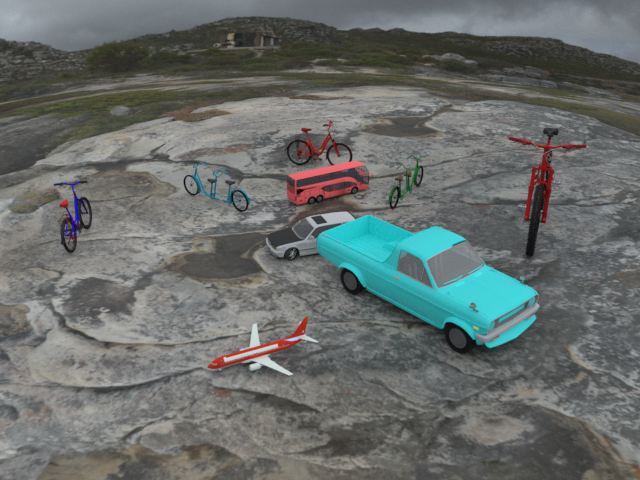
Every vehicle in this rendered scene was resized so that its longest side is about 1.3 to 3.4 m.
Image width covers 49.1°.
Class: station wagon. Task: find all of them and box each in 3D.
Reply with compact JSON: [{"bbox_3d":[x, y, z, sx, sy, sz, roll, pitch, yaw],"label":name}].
[{"bbox_3d":[-0.049,-0.101,10.922,1.597,0.473,0.682,-9,28,-19],"label":"station wagon"}]

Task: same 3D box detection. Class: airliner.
[{"bbox_3d":[-0.706,1.231,8.257,1.307,0.429,1.161,-12,29,-23],"label":"airliner"}]

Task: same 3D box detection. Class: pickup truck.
[{"bbox_3d":[1.342,0.377,9.357,1.244,0.993,3.117,-21,33,-36],"label":"pickup truck"}]

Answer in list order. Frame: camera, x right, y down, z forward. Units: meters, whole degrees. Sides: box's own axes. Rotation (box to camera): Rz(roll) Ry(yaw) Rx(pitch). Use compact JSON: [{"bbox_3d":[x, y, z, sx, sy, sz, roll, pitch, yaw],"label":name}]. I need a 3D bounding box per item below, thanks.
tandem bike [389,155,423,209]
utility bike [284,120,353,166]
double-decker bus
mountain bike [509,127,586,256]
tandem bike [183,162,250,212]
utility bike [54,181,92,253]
[{"bbox_3d":[1.584,-1.095,12.712,0.283,0.682,1.642,13,29,25],"label":"tandem bike"},{"bbox_3d":[-0.025,-1.954,14.161,1.435,0.946,0.535,7,27,14],"label":"utility bike"},{"bbox_3d":[0.184,-1.056,12.790,1.672,0.541,0.389,-15,30,-28],"label":"double-decker bus"},{"bbox_3d":[3.564,-0.931,11.235,1.114,1.688,2.857,9,28,18],"label":"mountain bike"},{"bbox_3d":[-1.865,-0.963,12.441,1.642,0.682,0.283,18,32,33],"label":"tandem bike"},{"bbox_3d":[-3.923,-0.427,11.050,0.535,0.946,1.435,0,26,0],"label":"utility bike"}]
